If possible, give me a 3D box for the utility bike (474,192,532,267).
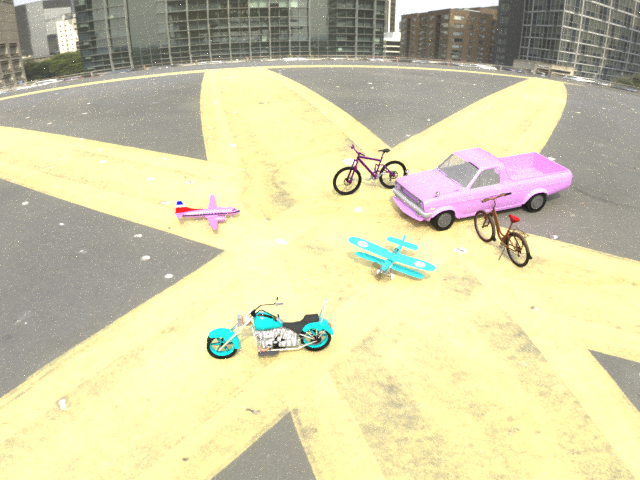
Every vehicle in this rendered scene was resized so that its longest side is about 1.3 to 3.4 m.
[{"bbox_3d":[2.766,-0.191,10.749,0.535,0.946,1.435,-12,30,-21],"label":"utility bike"}]

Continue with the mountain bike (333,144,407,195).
[{"bbox_3d":[0.929,-1.287,12.866,1.469,0.868,0.573,-9,30,-16],"label":"mountain bike"}]

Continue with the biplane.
[{"bbox_3d":[1.105,0.253,10.389,1.336,0.504,1.090,12,31,21],"label":"biplane"}]

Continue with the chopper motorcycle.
[{"bbox_3d":[-0.616,1.082,8.580,1.563,0.761,0.466,-3,28,-5],"label":"chopper motorcycle"}]

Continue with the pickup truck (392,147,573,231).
[{"bbox_3d":[2.857,-1.035,12.266,3.117,0.993,1.244,-11,30,-20],"label":"pickup truck"}]

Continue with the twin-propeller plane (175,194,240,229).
[{"bbox_3d":[-1.910,-0.512,11.912,1.095,0.407,1.370,-5,29,-8],"label":"twin-propeller plane"}]
